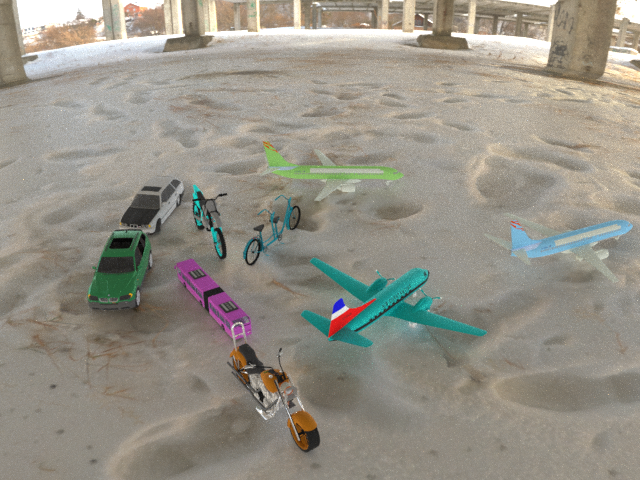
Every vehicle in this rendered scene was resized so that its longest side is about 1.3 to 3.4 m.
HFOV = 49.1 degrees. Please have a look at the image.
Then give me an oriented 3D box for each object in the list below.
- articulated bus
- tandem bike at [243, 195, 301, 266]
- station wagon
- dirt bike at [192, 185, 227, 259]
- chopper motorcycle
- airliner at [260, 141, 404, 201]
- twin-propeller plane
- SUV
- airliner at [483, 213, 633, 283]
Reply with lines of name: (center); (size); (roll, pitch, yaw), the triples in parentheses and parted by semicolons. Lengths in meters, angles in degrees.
articulated bus: (-1.418, 0.741, 9.157); (0.311, 0.289, 1.749); (-18, 33, -29)
tandem bike: (-0.698, -0.201, 10.455); (0.283, 0.682, 1.642); (14, 32, 24)
station wagon: (-2.735, -0.608, 11.407); (0.682, 0.473, 1.597); (4, 29, 8)
dirt bike: (-1.676, -0.338, 10.523); (0.527, 0.857, 1.493); (-13, 31, -22)
chopper motorcycle: (-0.502, 1.507, 7.283); (0.466, 0.761, 1.563); (-19, 34, -31)
airliner: (0.227, -1.356, 12.386); (2.541, 0.835, 2.257); (0, 29, -1)
twin-propeller plane: (0.781, 0.697, 8.716); (2.663, 0.792, 2.129); (22, 36, 34)
SUV: (-2.707, 0.372, 9.523); (0.656, 0.580, 1.572); (-1, 29, -2)
airliner: (3.694, -0.158, 10.219); (2.541, 0.835, 2.257); (-14, 32, -23)
